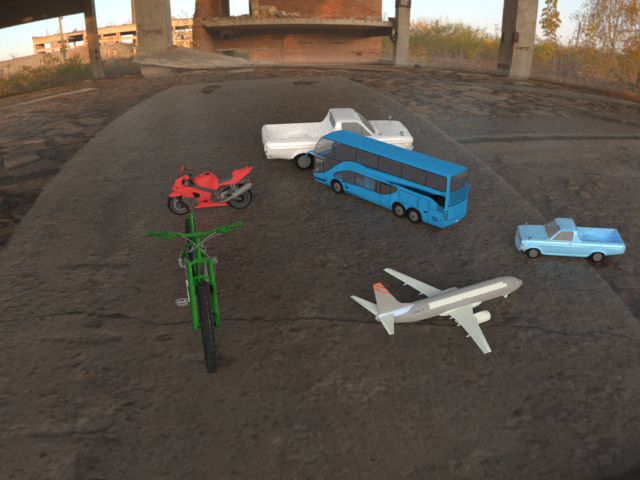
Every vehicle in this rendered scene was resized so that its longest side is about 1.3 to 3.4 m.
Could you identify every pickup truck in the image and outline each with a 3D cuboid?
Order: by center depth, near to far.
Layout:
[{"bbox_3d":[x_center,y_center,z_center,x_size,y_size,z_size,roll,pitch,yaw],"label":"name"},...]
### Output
[{"bbox_3d":[3.897,-0.033,10.950,1.603,0.511,0.640,3,28,6],"label":"pickup truck"},{"bbox_3d":[0.348,-2.147,14.473,3.117,0.993,1.244,-4,28,-7],"label":"pickup truck"}]

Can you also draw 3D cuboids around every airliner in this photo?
[{"bbox_3d":[1.738,0.655,9.286,2.541,0.835,2.257,-14,31,-24],"label":"airliner"}]

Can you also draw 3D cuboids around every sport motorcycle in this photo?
[{"bbox_3d":[-1.912,-0.875,12.226,1.520,0.821,0.506,-7,28,-13],"label":"sport motorcycle"}]

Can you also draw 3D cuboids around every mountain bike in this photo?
[{"bbox_3d":[-1.561,0.368,8.914,1.114,1.688,2.857,-7,28,-13],"label":"mountain bike"}]

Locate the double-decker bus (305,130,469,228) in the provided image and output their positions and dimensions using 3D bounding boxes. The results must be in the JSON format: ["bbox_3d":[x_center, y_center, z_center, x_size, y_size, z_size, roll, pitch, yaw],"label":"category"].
[{"bbox_3d":[1.142,-1.161,12.524,3.251,1.052,0.756,24,36,38],"label":"double-decker bus"}]
